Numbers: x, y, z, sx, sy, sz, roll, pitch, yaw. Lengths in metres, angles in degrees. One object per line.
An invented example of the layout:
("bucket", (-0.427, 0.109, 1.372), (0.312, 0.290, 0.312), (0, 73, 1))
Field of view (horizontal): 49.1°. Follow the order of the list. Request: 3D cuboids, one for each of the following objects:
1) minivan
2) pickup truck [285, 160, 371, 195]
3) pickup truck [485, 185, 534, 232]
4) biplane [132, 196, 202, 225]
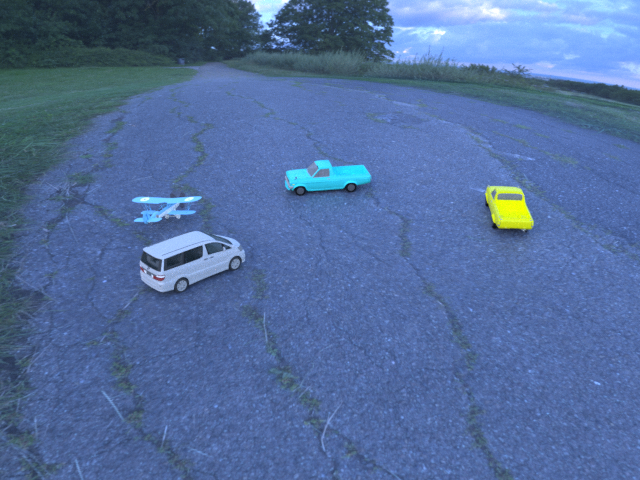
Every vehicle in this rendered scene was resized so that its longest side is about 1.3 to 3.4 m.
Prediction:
("minivan", (-1.798, 0.232, 10.049), (1.548, 0.616, 0.681), (-23, 34, -39))
("pickup truck", (0.141, -1.213, 13.184), (1.603, 0.511, 0.640), (-5, 26, -9))
("pickup truck", (3.201, -0.593, 11.892), (0.640, 0.511, 1.603), (2, 26, 5))
("biplane", (-2.642, -0.493, 11.690), (1.336, 0.504, 1.090), (10, 27, 19))
